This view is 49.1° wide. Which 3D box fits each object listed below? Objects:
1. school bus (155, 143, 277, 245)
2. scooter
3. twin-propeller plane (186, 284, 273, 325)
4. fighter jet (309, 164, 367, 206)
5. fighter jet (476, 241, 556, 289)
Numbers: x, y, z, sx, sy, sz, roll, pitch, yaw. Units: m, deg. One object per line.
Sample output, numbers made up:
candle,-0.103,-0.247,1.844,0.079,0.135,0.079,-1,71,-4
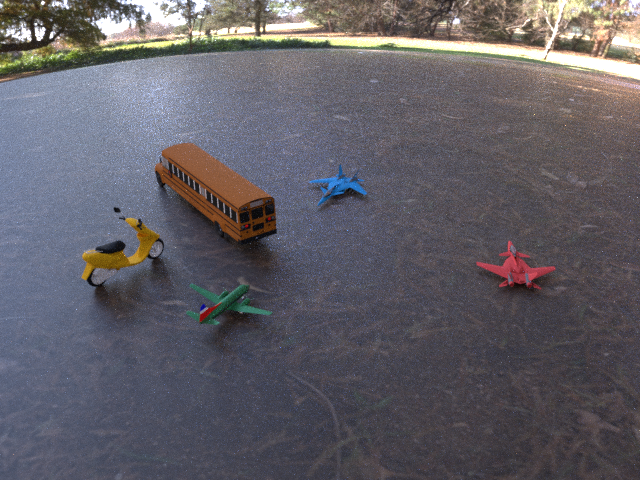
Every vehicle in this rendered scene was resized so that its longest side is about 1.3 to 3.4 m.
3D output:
school bus,-1.908,-0.904,11.957,0.709,0.844,3.322,-20,35,-30
scooter,-2.864,0.077,10.166,0.662,0.919,1.399,23,37,35
twin-propeller plane,-1.272,0.811,9.396,1.370,0.407,1.095,16,34,26
fighter jet,0.268,-0.965,12.626,1.147,0.286,1.358,14,33,23
fighter jet,2.922,0.269,10.466,1.147,0.286,1.358,3,30,6
